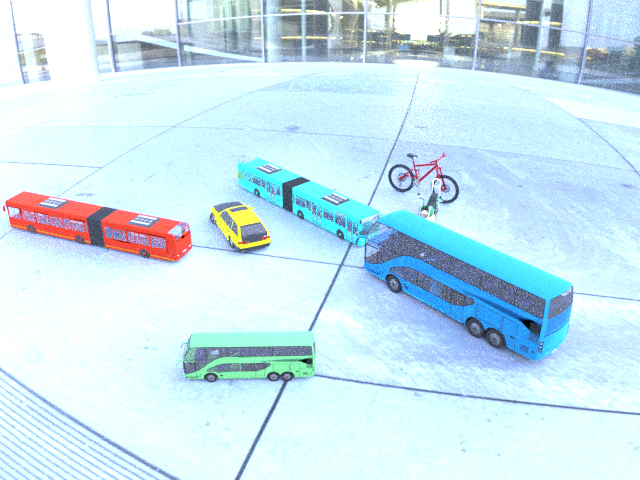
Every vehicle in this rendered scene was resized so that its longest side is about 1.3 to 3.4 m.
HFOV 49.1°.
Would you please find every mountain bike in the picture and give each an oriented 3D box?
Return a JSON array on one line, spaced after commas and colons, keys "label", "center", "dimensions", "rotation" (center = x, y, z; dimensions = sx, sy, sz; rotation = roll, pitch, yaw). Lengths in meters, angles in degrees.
[{"label": "mountain bike", "center": [1.924, -1.192, 13.052], "dimensions": [1.469, 0.868, 0.573], "rotation": [18, 33, 30]}]

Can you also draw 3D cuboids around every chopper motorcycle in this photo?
[{"label": "chopper motorcycle", "center": [1.789, -0.419, 11.724], "dimensions": [0.466, 0.761, 1.563], "rotation": [10, 30, 18]}]

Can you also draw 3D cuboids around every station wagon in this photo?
[{"label": "station wagon", "center": [-1.374, -0.329, 11.860], "dimensions": [0.682, 0.473, 1.597], "rotation": [-13, 31, -22]}]

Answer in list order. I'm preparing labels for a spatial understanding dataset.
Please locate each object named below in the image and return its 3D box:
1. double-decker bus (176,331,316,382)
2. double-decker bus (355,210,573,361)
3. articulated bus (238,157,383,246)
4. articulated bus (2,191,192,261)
[{"label": "double-decker bus", "center": [-0.889, 1.413, 8.543], "dimensions": [1.672, 0.541, 0.389], "rotation": [-1, 28, -1]}, {"label": "double-decker bus", "center": [1.877, 0.506, 9.693], "dimensions": [0.756, 1.052, 3.251], "rotation": [-23, 36, -36]}, {"label": "articulated bus", "center": [-0.283, -0.752, 12.556], "dimensions": [0.605, 0.561, 3.401], "rotation": [-23, 36, -36]}, {"label": "articulated bus", "center": [-3.727, -0.249, 11.619], "dimensions": [3.401, 0.561, 0.605], "rotation": [11, 30, 19]}]
